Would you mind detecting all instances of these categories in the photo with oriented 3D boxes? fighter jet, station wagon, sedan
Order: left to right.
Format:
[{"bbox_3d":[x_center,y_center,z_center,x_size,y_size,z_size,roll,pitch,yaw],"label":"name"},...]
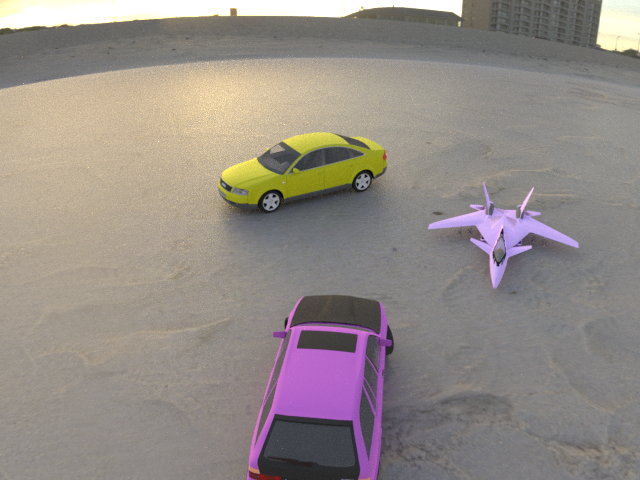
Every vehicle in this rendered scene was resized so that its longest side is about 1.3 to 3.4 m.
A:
[{"bbox_3d":[-0.283,-1.305,12.323,3.137,0.940,1.235,-15,31,-25],"label":"sedan"},{"bbox_3d":[0.087,1.375,7.282,1.327,0.920,3.105,3,28,6],"label":"station wagon"},{"bbox_3d":[2.716,-0.096,10.447,2.229,0.557,2.640,8,29,14],"label":"fighter jet"}]
